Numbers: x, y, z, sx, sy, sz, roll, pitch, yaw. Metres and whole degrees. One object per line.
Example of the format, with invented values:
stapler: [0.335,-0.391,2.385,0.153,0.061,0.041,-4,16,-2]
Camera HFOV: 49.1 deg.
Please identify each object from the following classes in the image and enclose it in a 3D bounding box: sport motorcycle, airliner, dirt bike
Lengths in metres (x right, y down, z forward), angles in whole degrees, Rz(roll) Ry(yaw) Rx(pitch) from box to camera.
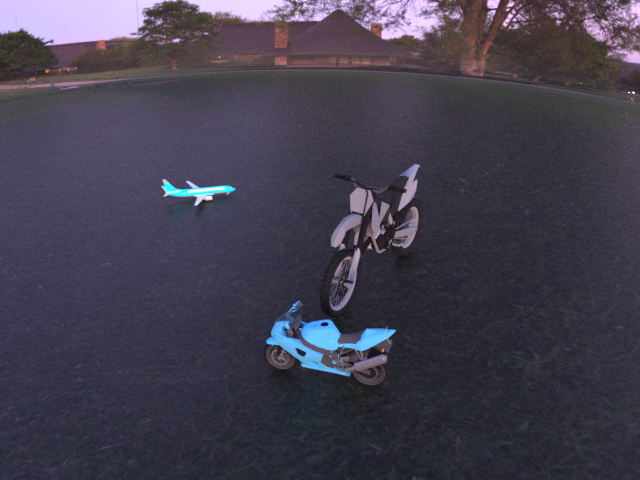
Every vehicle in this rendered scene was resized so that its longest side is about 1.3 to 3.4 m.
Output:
sport motorcycle: [0.082,1.208,7.874,1.520,0.821,0.506,7,28,13]
airliner: [-2.173,-0.955,12.583,1.307,0.429,1.161,-8,28,-15]
dirt bike: [0.802,-0.150,9.622,1.024,1.666,2.903,15,31,28]
